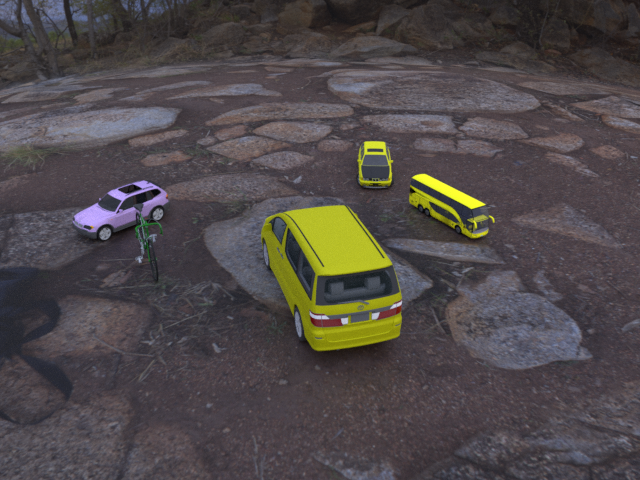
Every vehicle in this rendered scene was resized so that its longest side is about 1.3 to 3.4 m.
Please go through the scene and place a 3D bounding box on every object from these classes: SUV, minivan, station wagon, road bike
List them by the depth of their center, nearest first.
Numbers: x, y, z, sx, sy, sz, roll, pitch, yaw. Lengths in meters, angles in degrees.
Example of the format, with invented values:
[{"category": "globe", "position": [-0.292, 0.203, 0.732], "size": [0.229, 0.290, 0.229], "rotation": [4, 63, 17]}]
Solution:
[{"category": "minivan", "position": [0.037, 0.222, 9.079], "size": [1.324, 1.197, 3.011], "rotation": [-8, 28, -14]}, {"category": "road bike", "position": [-2.480, -0.033, 9.947], "size": [0.358, 0.852, 1.545], "rotation": [-11, 29, -20]}, {"category": "SUV", "position": [-3.160, -0.509, 11.160], "size": [0.656, 0.580, 1.572], "rotation": [24, 36, 38]}, {"category": "station wagon", "position": [1.025, -1.446, 13.086], "size": [0.682, 0.473, 1.597], "rotation": [1, 27, 2]}]

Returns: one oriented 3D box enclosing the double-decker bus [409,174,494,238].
[{"category": "double-decker bus", "position": [2.073, -0.547, 11.276], "size": [0.389, 0.541, 1.672], "rotation": [-16, 31, -28]}]
